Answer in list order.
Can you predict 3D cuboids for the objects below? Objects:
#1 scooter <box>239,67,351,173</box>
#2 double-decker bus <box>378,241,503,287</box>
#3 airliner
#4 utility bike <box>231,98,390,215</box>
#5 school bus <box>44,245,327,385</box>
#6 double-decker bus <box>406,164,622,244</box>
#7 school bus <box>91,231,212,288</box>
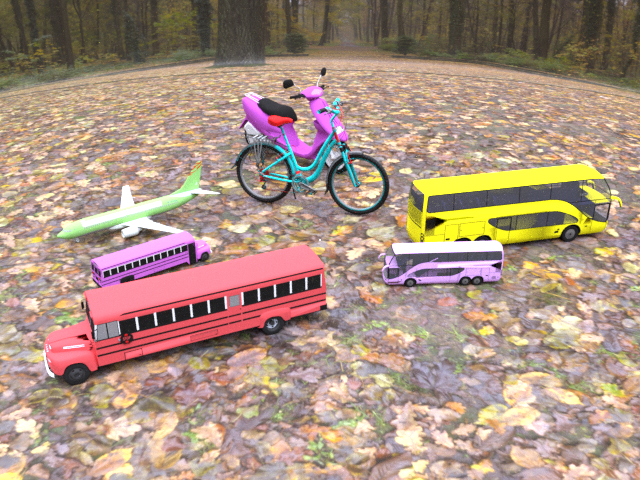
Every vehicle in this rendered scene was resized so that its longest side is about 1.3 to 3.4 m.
[{"bbox_3d":[-0.513,-2.351,13.433,2.721,1.786,1.288,18,32,32],"label":"scooter"},{"bbox_3d":[1.653,0.320,9.600,1.672,0.541,0.389,-2,27,-3],"label":"double-decker bus"},{"bbox_3d":[-2.926,-0.604,11.077,2.541,0.835,2.257,-19,33,-32],"label":"airliner"},{"bbox_3d":[-0.175,-1.428,11.582,2.791,1.839,1.039,8,28,16],"label":"utility bike"},{"bbox_3d":[-1.549,0.824,8.289,3.322,0.844,0.709,-12,30,-22],"label":"school bus"},{"bbox_3d":[2.928,-0.487,10.612,3.251,1.052,0.756,-7,28,-12],"label":"double-decker bus"},{"bbox_3d":[-2.330,0.254,9.845,1.708,0.434,0.365,-20,33,-34],"label":"school bus"}]
